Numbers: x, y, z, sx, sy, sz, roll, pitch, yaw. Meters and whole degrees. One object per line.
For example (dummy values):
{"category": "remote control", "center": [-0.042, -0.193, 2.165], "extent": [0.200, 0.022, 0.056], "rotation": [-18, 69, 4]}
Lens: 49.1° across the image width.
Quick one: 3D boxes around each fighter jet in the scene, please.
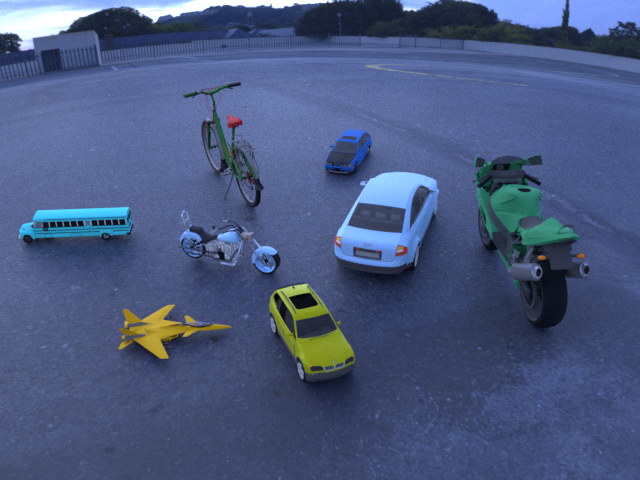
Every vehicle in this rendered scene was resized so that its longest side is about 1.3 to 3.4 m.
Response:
{"category": "fighter jet", "center": [-1.777, 1.050, 8.660], "extent": [1.358, 0.286, 1.147], "rotation": [-3, 28, -6]}

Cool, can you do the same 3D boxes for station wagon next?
{"category": "station wagon", "center": [0.564, -1.779, 13.781], "extent": [0.682, 0.473, 1.597], "rotation": [9, 29, 16]}

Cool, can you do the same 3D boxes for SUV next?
{"category": "SUV", "center": [-0.128, 1.051, 8.343], "extent": [0.656, 0.580, 1.572], "rotation": [-11, 30, -19]}

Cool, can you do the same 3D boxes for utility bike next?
{"category": "utility bike", "center": [-1.689, -1.703, 12.183], "extent": [1.039, 1.839, 2.791], "rotation": [-14, 31, -24]}

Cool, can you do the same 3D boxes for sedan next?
{"category": "sedan", "center": [1.110, -0.477, 10.836], "extent": [1.235, 0.940, 3.137], "rotation": [9, 29, 16]}

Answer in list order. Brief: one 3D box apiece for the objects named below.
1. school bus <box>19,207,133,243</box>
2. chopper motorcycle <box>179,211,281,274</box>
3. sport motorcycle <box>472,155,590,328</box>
{"category": "school bus", "center": [-3.823, -0.244, 10.936], "extent": [1.708, 0.434, 0.365], "rotation": [-2, 28, -4]}
{"category": "chopper motorcycle", "center": [-1.318, 0.032, 10.067], "extent": [1.563, 0.761, 0.466], "rotation": [10, 29, 17]}
{"category": "sport motorcycle", "center": [2.696, -0.109, 9.444], "extent": [0.983, 1.596, 2.955], "rotation": [-3, 28, -5]}
